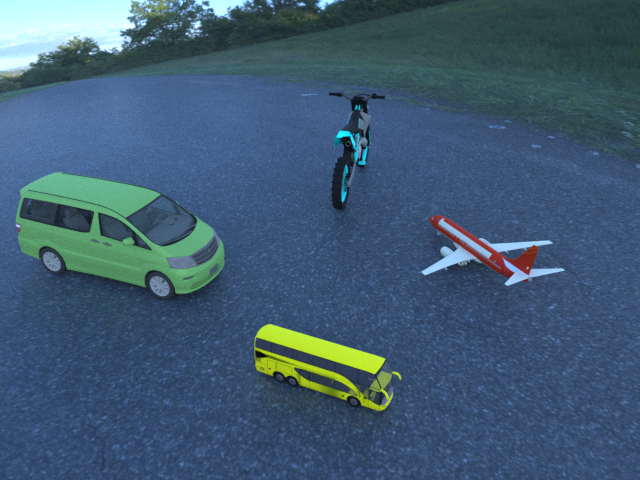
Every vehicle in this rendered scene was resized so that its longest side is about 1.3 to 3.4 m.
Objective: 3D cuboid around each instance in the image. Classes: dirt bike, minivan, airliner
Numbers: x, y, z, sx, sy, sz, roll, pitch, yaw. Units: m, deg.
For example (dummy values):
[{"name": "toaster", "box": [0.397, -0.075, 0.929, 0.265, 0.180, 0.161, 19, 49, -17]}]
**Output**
[{"name": "dirt bike", "box": [0.591, -1.757, 12.682, 1.024, 1.666, 2.903, 6, 28, 12]}, {"name": "minivan", "box": [-2.858, -0.126, 10.041, 3.011, 1.197, 1.324, 11, 29, 19]}, {"name": "airliner", "box": [2.330, -0.038, 10.264, 2.257, 0.835, 2.541, -12, 30, -22]}]

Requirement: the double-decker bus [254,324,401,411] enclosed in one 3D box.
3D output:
[{"name": "double-decker bus", "box": [0.051, 1.415, 7.777, 1.672, 0.541, 0.389, 13, 30, 24]}]
